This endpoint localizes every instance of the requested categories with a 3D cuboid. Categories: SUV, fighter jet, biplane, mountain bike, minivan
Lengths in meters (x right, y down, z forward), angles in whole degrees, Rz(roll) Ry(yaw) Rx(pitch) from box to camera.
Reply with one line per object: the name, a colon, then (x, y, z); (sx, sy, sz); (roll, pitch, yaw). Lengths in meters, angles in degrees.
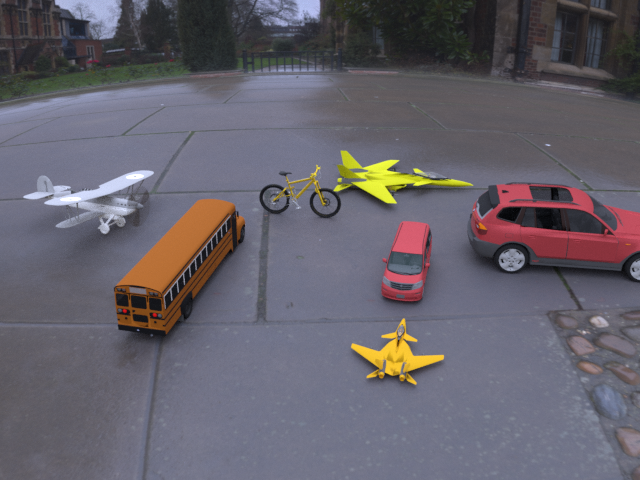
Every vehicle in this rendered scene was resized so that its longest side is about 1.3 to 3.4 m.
SUV: (3.821, -0.196, 10.705); (3.058, 1.128, 1.276); (4, 27, 7)
fighter jet: (1.626, -1.271, 13.461); (2.640, 0.557, 2.229); (3, 27, 6)
biplane: (-3.879, -0.687, 11.839); (2.120, 0.981, 2.598); (9, 28, 18)
mountain bike: (-0.355, -0.823, 12.233); (1.469, 0.868, 0.573); (5, 27, 10)
minivan: (1.298, 0.298, 10.296); (0.681, 0.616, 1.548); (6, 28, 12)
fighter jet: (0.979, 1.271, 8.739); (1.147, 0.286, 1.358); (6, 27, 11)

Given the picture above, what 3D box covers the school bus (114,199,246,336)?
school bus: (-1.884, 0.222, 10.193); (0.709, 0.844, 3.322); (6, 27, 12)
